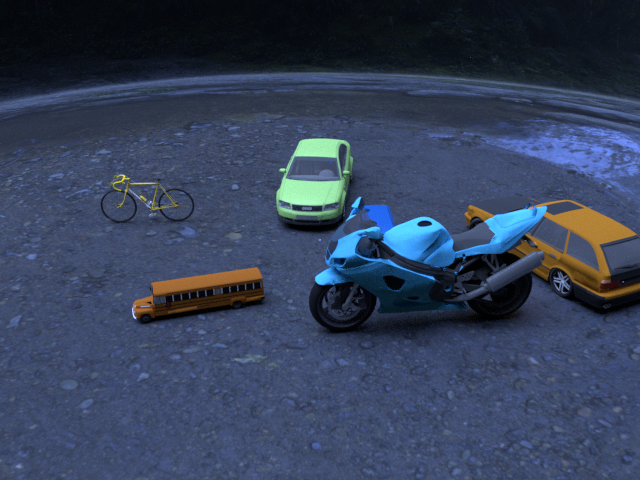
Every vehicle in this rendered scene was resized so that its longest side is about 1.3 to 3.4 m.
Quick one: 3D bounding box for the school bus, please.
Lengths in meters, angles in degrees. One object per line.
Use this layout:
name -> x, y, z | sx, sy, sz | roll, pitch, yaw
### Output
school bus -> -1.601, 0.715, 9.203 | 1.708, 0.434, 0.365 | -8, 27, -16

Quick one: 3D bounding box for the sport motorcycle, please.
sport motorcycle -> 1.320, 0.331, 8.662 | 2.955, 1.596, 0.983 | -4, 26, -9

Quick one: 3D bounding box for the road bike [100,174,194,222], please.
road bike -> -2.877, -0.688, 11.627 | 1.545, 0.852, 0.358 | -1, 26, -3

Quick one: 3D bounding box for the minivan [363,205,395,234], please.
minivan -> 0.872, 0.030, 10.413 | 0.681, 0.616, 1.548 | 0, 26, -1

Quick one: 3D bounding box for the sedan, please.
sedan -> -0.052, -1.201, 12.588 | 1.235, 0.940, 3.137 | 3, 26, 5

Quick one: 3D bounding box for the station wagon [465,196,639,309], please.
station wagon -> 3.435, -0.088, 10.306 | 1.327, 0.920, 3.105 | -12, 28, -23
